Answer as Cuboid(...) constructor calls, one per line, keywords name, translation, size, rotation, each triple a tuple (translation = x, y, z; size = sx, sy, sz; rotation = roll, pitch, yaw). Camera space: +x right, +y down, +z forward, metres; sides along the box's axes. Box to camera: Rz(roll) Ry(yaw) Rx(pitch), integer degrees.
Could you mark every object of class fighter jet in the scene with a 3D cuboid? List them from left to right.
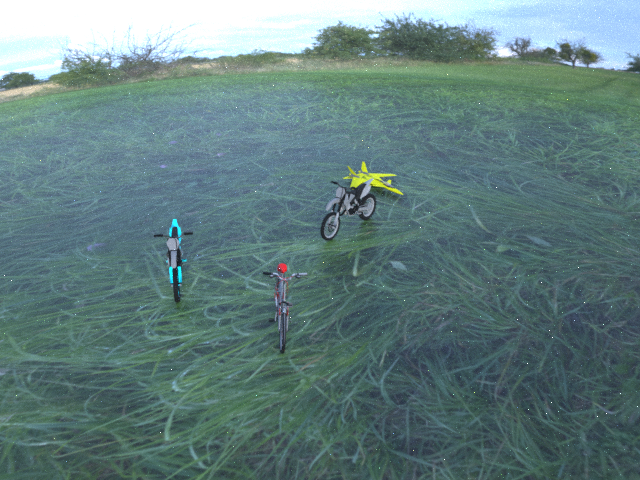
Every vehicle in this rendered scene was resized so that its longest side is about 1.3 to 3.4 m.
Cuboid(name="fighter jet", translation=(1.096, -1.139, 13.257), size=(1.147, 0.286, 1.358), rotation=(-20, 32, -35))

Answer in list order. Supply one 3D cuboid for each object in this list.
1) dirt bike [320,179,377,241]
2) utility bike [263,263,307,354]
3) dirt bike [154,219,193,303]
Cuboid(name="dirt bike", translation=(0.491, -0.559, 11.432), size=(0.527, 0.857, 1.493), rotation=(19, 32, 34))
Cuboid(name="utility bike", translation=(-0.436, 0.717, 8.735), size=(0.535, 0.946, 1.435), rotation=(-2, 26, -5))
Cuboid(name="dirt bike", translation=(-2.022, 0.220, 9.846), size=(0.527, 0.857, 1.493), rotation=(-4, 27, -9))
